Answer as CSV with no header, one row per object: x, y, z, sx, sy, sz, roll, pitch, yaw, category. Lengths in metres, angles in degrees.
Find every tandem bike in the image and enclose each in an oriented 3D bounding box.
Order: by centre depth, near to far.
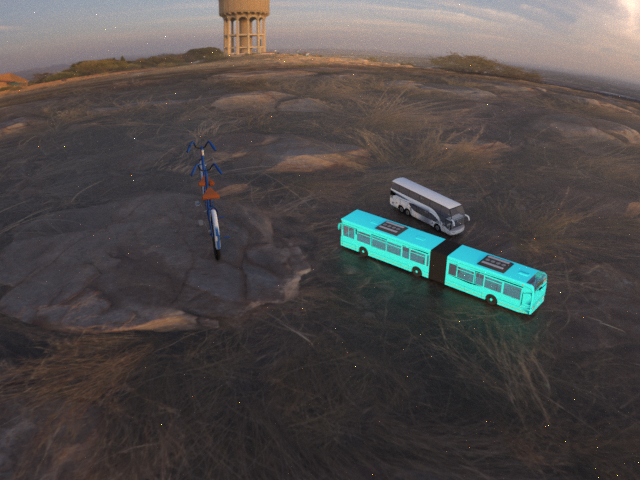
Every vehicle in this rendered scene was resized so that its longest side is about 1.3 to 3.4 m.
-1.930,-0.818,12.024,0.550,1.326,3.192,-6,29,-12,tandem bike

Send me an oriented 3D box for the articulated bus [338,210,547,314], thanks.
1.766,0.276,10.786,3.401,0.561,0.605,21,34,34,articulated bus

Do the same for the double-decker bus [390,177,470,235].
1.908,-0.597,12.443,0.389,0.541,1.672,-19,34,-32,double-decker bus
